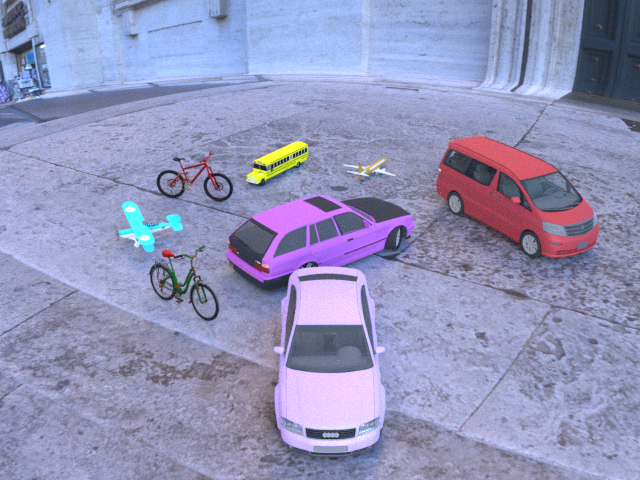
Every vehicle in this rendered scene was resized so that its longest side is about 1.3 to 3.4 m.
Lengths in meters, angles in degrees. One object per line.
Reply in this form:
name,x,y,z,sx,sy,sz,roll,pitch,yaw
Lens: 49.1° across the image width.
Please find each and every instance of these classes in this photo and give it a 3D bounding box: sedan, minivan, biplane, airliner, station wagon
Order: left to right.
biplane,-2.777,-0.179,11.354,1.090,0.504,1.336,-13,29,-24
station wagon,0.095,-0.168,10.867,3.105,0.920,1.327,-19,33,-34
sedan,0.103,1.181,8.158,1.235,0.940,3.137,0,27,0
airliner,1.064,-1.545,14.160,1.161,0.429,1.307,15,30,27
minivan,3.284,-0.780,11.778,1.324,1.197,3.011,-14,30,-26

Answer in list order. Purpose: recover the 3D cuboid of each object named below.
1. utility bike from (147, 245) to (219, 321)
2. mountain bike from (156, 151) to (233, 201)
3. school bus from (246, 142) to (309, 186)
utility bike,-1.851,0.497,9.513,1.435,0.946,0.535,20,33,34
mountain bike,-2.319,-1.141,12.866,1.469,0.868,0.573,4,27,9
school bus,-0.858,-1.555,14.173,0.365,0.434,1.708,17,31,30
